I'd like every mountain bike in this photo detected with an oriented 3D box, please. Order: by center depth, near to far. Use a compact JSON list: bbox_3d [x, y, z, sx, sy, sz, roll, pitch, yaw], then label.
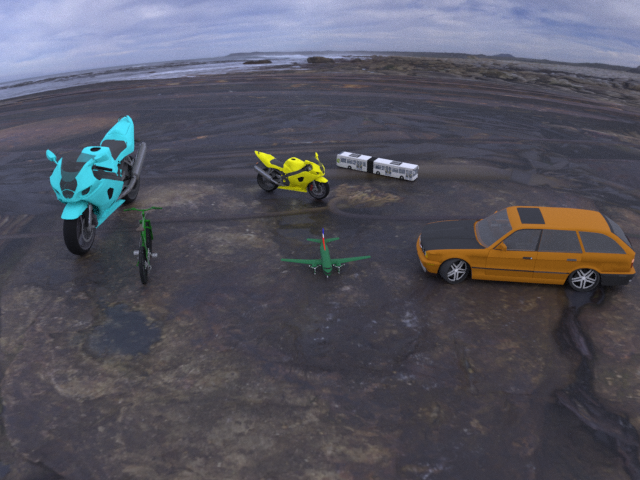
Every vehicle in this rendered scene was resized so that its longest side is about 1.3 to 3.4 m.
[{"bbox_3d":[-2.638,0.027,10.539,0.573,0.868,1.469,-4,27,-7],"label":"mountain bike"}]

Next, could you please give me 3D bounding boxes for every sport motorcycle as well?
[{"bbox_3d":[-3.661,-0.985,11.756,0.983,1.596,2.955,3,27,5],"label":"sport motorcycle"},{"bbox_3d":[-0.527,-1.229,13.117,1.520,0.821,0.506,11,28,20],"label":"sport motorcycle"}]

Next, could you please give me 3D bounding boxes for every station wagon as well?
[{"bbox_3d":[3.015,0.036,10.460,3.105,0.920,1.327,3,27,6],"label":"station wagon"}]

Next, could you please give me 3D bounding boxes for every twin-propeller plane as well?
[{"bbox_3d":[0.082,0.206,10.695,1.370,0.407,1.095,-2,26,-4],"label":"twin-propeller plane"}]

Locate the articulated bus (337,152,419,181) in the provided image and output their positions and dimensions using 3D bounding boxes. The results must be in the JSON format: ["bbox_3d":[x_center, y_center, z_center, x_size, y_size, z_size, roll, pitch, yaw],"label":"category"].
[{"bbox_3d":[1.164,-1.513,14.287,1.749,0.289,0.311,14,30,26],"label":"articulated bus"}]
